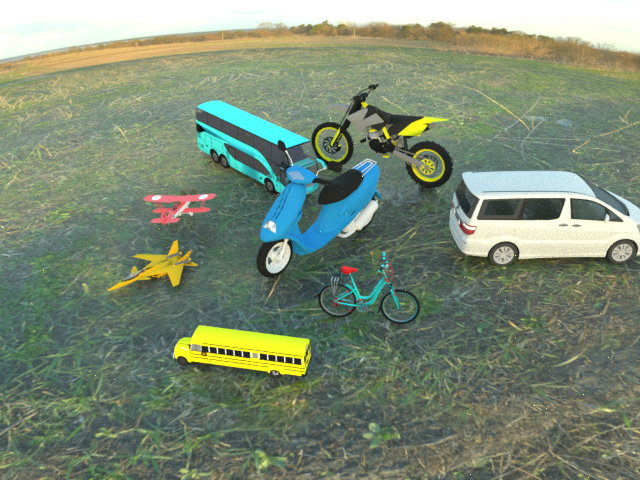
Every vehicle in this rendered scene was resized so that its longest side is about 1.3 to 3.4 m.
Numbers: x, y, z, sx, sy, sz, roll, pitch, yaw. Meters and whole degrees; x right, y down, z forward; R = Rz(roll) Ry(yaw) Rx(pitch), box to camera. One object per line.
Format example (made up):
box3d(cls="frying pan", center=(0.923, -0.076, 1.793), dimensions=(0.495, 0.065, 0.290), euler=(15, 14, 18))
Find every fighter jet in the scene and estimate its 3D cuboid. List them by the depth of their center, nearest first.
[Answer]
box3d(cls="fighter jet", center=(-2.544, 0.422, 10.368), dimensions=(1.358, 0.286, 1.147), euler=(-25, 38, -36))

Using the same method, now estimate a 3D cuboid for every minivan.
box3d(cls="minivan", center=(3.590, -0.401, 10.882), dimensions=(3.011, 1.197, 1.324), euler=(-1, 30, -2))

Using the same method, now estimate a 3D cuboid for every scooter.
box3d(cls="scooter", center=(0.044, -0.618, 10.668), dimensions=(1.288, 1.786, 2.721), euler=(26, 39, 37))

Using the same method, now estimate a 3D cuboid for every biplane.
box3d(cls="biplane", center=(-2.424, -0.521, 11.780), dimensions=(1.336, 0.504, 1.090), euler=(8, 31, 13))

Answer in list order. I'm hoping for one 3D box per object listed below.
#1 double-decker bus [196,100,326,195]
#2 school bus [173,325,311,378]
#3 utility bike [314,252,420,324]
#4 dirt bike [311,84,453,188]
box3d(cls="double-decker bus", center=(-1.237, -1.747, 13.351), dimensions=(0.756, 1.052, 3.251), euler=(-24, 38, -35))
box3d(cls="school bus", center=(-0.977, 1.359, 8.602), dimensions=(1.708, 0.434, 0.365), euler=(6, 31, 10))
box3d(cls="utility bike", center=(0.633, 0.643, 9.328), dimensions=(1.435, 0.946, 0.535), euler=(5, 30, 9))
box3d(cls="dirt bike", center=(1.112, -1.941, 13.073), dimensions=(2.903, 1.666, 1.024), euler=(15, 33, 24))
